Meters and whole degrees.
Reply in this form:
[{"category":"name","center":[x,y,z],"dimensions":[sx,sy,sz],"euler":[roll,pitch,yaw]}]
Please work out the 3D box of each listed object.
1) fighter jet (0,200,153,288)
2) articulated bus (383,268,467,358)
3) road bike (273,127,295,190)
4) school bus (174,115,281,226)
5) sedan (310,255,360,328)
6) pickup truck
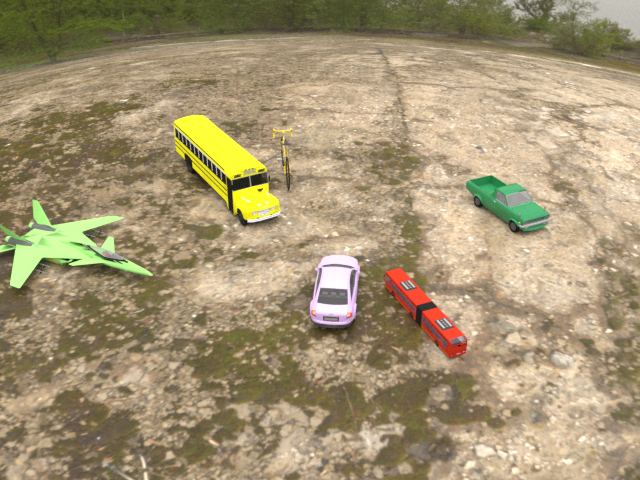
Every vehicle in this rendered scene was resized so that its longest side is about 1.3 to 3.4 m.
[{"category":"fighter jet","center":[-3.597,0.065,10.494],"dimensions":[2.640,0.557,2.229],"euler":[14,34,22]},{"category":"articulated bus","center":[1.371,0.932,9.312],"dimensions":[0.311,0.289,1.749],"euler":[-12,33,-20]},{"category":"road bike","center":[-0.642,-1.545,12.885],"dimensions":[0.358,0.852,1.545],"euler":[-4,31,-7]},{"category":"school bus","center":[-1.710,-1.304,12.493],"dimensions":[0.709,0.844,3.322],"euler":[-17,35,-25]},{"category":"sedan","center":[0.223,0.617,9.647],"dimensions":[0.635,0.483,1.613],"euler":[3,31,5]},{"category":"pickup truck","center":[3.140,-0.682,11.780],"dimensions":[0.640,0.511,1.603],"euler":[-14,34,-22]}]
